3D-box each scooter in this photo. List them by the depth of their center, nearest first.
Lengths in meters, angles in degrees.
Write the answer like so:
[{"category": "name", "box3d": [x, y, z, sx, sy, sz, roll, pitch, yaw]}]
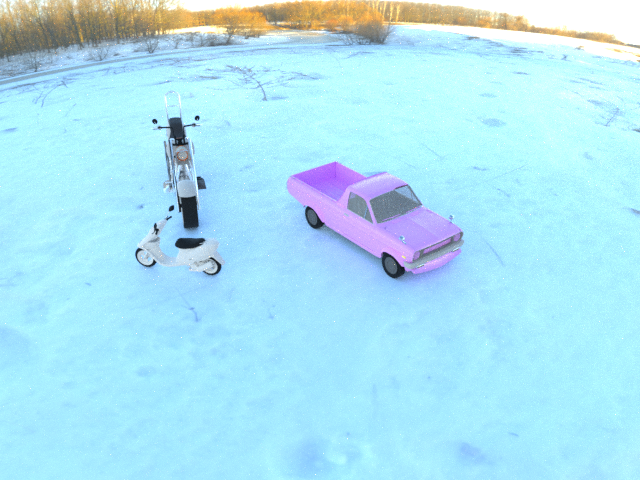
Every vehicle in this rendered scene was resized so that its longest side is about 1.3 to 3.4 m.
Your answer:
[{"category": "scooter", "box3d": [-2.057, 0.056, 10.111, 1.399, 0.919, 0.662, 7, 31, 11]}]

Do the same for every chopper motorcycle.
[{"category": "chopper motorcycle", "box3d": [-2.416, -1.447, 12.126, 0.906, 1.480, 3.040, -7, 31, -12]}]

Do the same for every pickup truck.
[{"category": "pickup truck", "box3d": [0.788, -0.509, 11.004, 1.244, 0.993, 3.117, -21, 37, -32]}]
